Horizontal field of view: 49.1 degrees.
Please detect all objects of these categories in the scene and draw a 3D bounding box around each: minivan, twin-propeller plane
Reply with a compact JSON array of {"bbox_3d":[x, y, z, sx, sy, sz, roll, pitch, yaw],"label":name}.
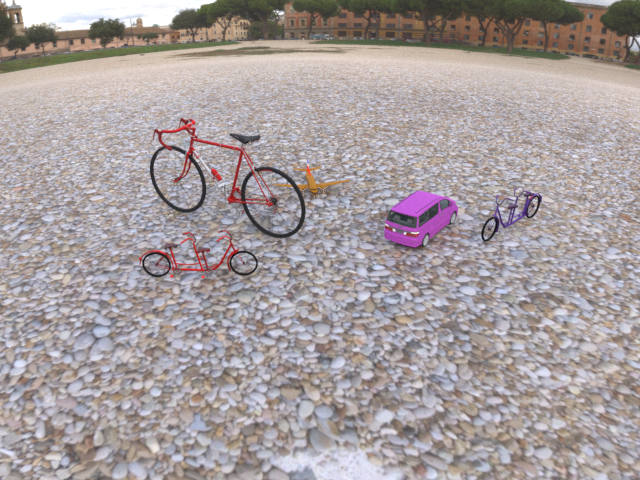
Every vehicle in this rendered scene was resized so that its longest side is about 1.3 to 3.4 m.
[{"bbox_3d":[1.617,-0.412,10.927,0.681,0.616,1.548,18,33,31],"label":"minivan"},{"bbox_3d":[-0.159,-1.088,12.433,1.370,0.407,1.095,-4,28,-7],"label":"twin-propeller plane"}]

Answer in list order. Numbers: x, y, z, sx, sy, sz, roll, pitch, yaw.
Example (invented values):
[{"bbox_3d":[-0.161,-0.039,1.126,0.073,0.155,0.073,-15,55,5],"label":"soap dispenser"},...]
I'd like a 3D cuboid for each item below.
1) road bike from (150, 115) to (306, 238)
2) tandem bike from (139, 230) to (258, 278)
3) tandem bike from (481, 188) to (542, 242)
[{"bbox_3d":[-1.523,-0.993,10.913,3.004,1.656,0.697,15,31,26],"label":"road bike"},{"bbox_3d":[-1.685,0.208,9.678,1.642,0.682,0.283,-1,28,-1],"label":"tandem bike"},{"bbox_3d":[3.043,-0.482,10.989,1.642,0.682,0.283,-23,36,-37],"label":"tandem bike"}]
